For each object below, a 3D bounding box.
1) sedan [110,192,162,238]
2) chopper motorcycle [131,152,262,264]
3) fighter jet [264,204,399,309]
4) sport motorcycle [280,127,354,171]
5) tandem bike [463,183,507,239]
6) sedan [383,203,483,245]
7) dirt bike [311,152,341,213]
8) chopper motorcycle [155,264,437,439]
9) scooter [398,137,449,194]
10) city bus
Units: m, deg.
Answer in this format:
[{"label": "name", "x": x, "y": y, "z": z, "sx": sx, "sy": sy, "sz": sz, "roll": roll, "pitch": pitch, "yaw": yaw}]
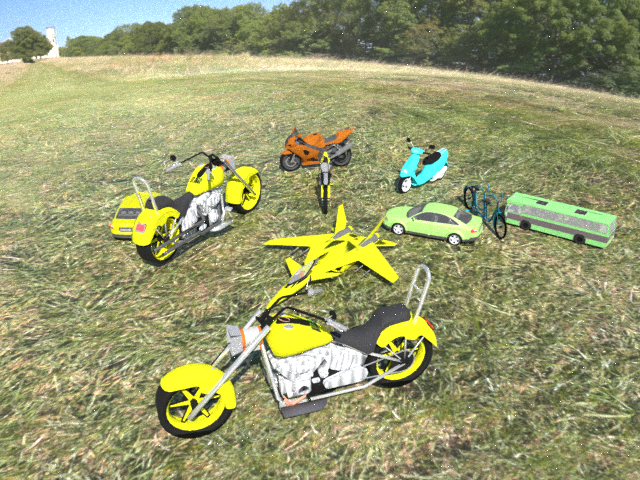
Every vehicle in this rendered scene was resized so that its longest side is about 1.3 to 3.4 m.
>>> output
[{"label": "sedan", "x": -3.027, "y": -0.501, "z": 11.642, "sx": 0.635, "sy": 0.483, "sz": 1.613, "roll": 0, "pitch": 26, "yaw": 1}, {"label": "chopper motorcycle", "x": -1.835, "y": -0.729, "z": 10.980, "sx": 0.906, "sy": 1.480, "sz": 3.040, "roll": 13, "pitch": 29, "yaw": 25}, {"label": "fighter jet", "x": 0.010, "y": 0.248, "z": 10.045, "sx": 2.229, "sy": 0.557, "sz": 2.640, "roll": 16, "pitch": 30, "yaw": 29}, {"label": "sport motorcycle", "x": -0.062, "y": -1.812, "z": 13.910, "sx": 1.520, "sy": 0.821, "sz": 0.506, "roll": -7, "pitch": 27, "yaw": -14}, {"label": "tandem bike", "x": 2.732, "y": -0.601, "z": 11.620, "sx": 0.283, "sy": 0.682, "sz": 1.642, "roll": -6, "pitch": 27, "yaw": -12}, {"label": "sedan", "x": 1.809, "y": -0.329, "z": 11.295, "sx": 1.613, "sy": 0.483, "sz": 0.635, "roll": 11, "pitch": 28, "yaw": 21}, {"label": "dirt bike", "x": 0.106, "y": -1.086, "z": 12.403, "sx": 0.527, "sy": 0.857, "sz": 1.493, "roll": 0, "pitch": 26, "yaw": 0}, {"label": "chopper motorcycle", "x": -0.185, "y": 1.129, "z": 7.224, "sx": 3.040, "sy": 1.480, "sz": 0.906, "roll": -9, "pitch": 28, "yaw": -17}, {"label": "scooter", "x": 1.947, "y": -1.434, "z": 13.037, "sx": 1.399, "sy": 0.919, "sz": 0.662, "roll": -22, "pitch": 34, "yaw": -37}, {"label": "city bus", "x": 3.851, "y": -0.317, "z": 11.297, "sx": 1.674, "sy": 0.460, "sz": 0.476, "roll": 18, "pitch": 32, "yaw": 32}]
